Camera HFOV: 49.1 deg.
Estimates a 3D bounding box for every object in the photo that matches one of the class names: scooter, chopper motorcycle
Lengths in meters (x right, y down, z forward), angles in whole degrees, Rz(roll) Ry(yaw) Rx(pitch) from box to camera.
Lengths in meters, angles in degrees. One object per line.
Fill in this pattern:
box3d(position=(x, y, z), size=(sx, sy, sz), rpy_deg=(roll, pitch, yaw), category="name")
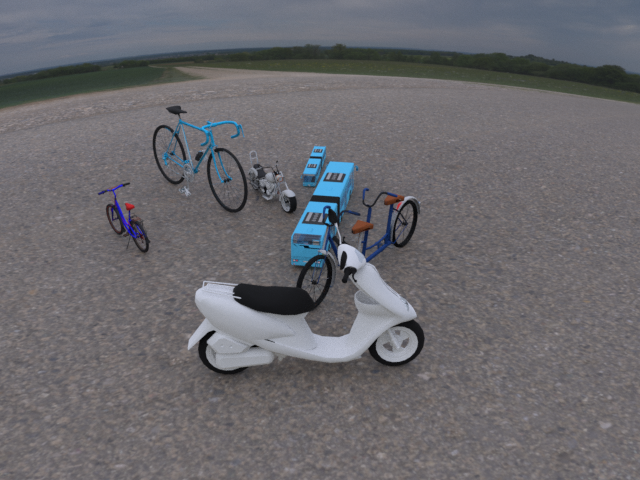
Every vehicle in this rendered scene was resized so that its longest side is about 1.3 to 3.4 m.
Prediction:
box3d(position=(-0.136, 0.712, 7.826), size=(2.721, 1.786, 1.288), rpy_deg=(-2, 26, -4), category="scooter")
box3d(position=(-0.876, -1.059, 12.644), size=(0.466, 0.761, 1.563), rpy_deg=(-16, 30, -29), category="chopper motorcycle")

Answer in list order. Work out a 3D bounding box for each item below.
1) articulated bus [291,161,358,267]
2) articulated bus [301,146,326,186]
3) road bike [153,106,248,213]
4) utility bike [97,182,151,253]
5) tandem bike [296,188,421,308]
box3d(position=(0.114, -0.527, 11.776), size=(0.605, 0.561, 3.401), rpy_deg=(5, 26, 9), category="articulated bus")
box3d(position=(-0.104, -1.506, 14.104), size=(0.311, 0.289, 1.749), rpy_deg=(3, 26, 6), category="articulated bus")
box3d(position=(-2.244, -1.549, 12.629), size=(0.697, 1.656, 3.004), rpy_deg=(-22, 34, -38), category="road bike")
box3d(position=(-3.095, -0.354, 10.981), size=(0.535, 0.946, 1.435), rpy_deg=(-21, 33, -36), category="utility bike")
box3d(position=(0.650, -0.100, 10.024), size=(0.550, 1.326, 3.192), rpy_deg=(18, 31, 32), category="tandem bike")
